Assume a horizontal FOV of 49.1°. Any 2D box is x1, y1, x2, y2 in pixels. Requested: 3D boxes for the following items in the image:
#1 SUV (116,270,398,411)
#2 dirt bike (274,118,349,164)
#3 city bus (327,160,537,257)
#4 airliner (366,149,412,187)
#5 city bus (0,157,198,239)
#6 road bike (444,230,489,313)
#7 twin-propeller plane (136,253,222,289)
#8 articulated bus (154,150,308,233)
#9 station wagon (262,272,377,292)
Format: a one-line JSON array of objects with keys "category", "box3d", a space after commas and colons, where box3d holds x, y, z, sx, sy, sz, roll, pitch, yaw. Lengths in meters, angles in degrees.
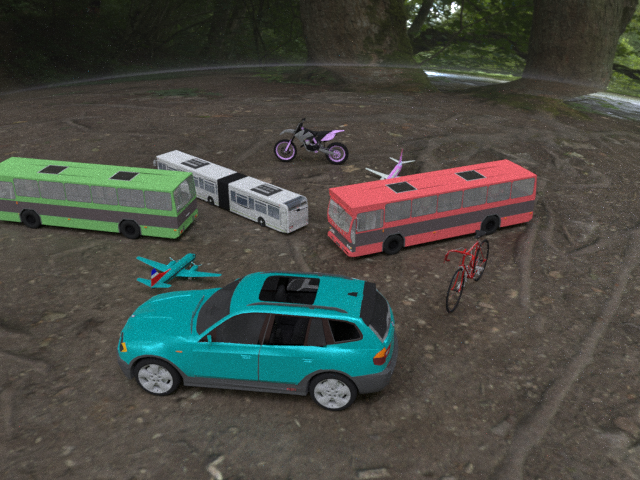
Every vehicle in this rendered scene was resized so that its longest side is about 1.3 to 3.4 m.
[{"category": "SUV", "box3d": [-0.674, 0.972, 7.656, 3.058, 1.128, 1.276, 3, 27, 7]}, {"category": "dirt bike", "box3d": [-0.179, -1.901, 13.683, 1.493, 0.857, 0.527, 4, 27, 7]}, {"category": "city bus", "box3d": [1.757, -0.494, 10.839, 3.255, 0.894, 0.926, -11, 29, -21]}, {"category": "airliner", "box3d": [1.363, -1.294, 12.952, 1.161, 0.429, 1.307, 9, 28, 18]}, {"category": "city bus", "box3d": [-3.638, -0.658, 11.165, 3.255, 0.894, 0.926, 6, 27, 11]}, {"category": "road bike", "box3d": [1.969, 0.348, 9.210, 0.358, 0.852, 1.545, 15, 30, 28]}, {"category": "twin-propeller plane", "box3d": [-2.012, 0.377, 9.647, 1.370, 0.407, 1.095, 11, 29, 20]}, {"category": "articulated bus", "box3d": [-1.595, -0.877, 11.973, 3.401, 0.561, 0.605, 22, 34, 37]}, {"category": "station wagon", "box3d": [-0.067, 0.699, 8.931, 1.597, 0.473, 0.682, 8, 28, 15]}]
